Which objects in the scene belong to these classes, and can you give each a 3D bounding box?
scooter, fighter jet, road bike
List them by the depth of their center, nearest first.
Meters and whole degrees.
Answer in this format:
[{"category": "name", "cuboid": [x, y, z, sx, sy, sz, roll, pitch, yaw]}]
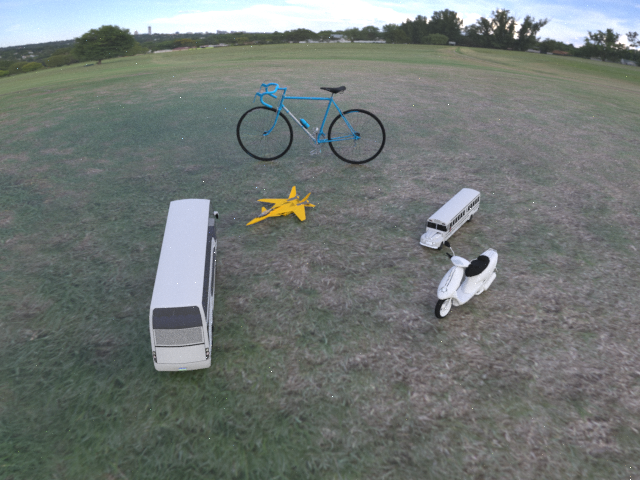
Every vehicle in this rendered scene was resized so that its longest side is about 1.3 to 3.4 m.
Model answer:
[{"category": "scooter", "cuboid": [2.024, 0.461, 9.553, 0.662, 0.919, 1.399, 25, 37, 38]}, {"category": "fighter jet", "cuboid": [-0.759, -0.554, 12.089, 1.147, 0.286, 1.358, 25, 37, 38]}, {"category": "road bike", "cuboid": [-0.192, -2.307, 13.883, 3.004, 1.656, 0.697, 3, 29, 5]}]

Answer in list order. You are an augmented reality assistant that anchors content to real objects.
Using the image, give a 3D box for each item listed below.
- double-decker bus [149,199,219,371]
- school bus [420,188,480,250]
[{"category": "double-decker bus", "cuboid": [-1.782, 0.440, 9.452, 0.756, 1.052, 3.251, -3, 29, -5]}, {"category": "school bus", "cuboid": [2.161, -0.357, 11.570, 0.365, 0.434, 1.708, 17, 33, 29]}]
